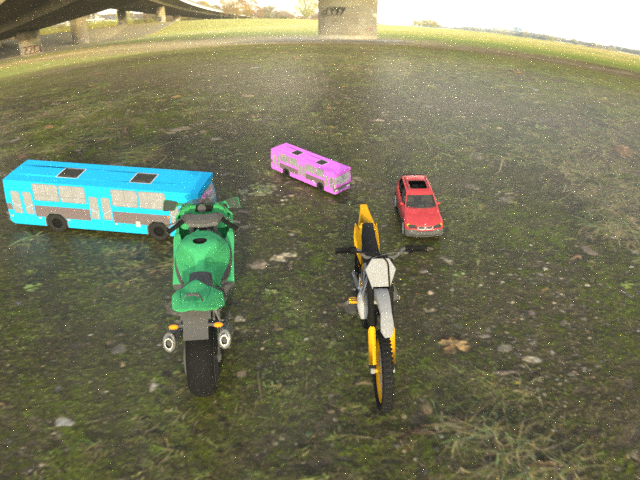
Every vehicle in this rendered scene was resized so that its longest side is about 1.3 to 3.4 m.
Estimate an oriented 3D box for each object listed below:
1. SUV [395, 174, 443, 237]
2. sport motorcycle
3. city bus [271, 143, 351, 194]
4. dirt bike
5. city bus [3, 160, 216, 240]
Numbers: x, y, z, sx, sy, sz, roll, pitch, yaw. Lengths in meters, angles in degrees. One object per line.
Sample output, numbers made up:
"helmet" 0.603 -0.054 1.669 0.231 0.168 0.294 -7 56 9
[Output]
"SUV" 1.621 -0.591 11.577 0.656 0.580 1.572 -1 30 -2
"sport motorcycle" -1.434 0.547 8.636 0.983 1.596 2.955 -3 31 -5
"city bus" -0.190 -1.310 12.921 1.674 0.460 0.476 26 39 36
"dirt bike" 0.658 0.626 8.431 1.024 1.666 2.903 -2 30 -3
"city bus" -3.365 -0.639 11.349 3.255 0.894 0.926 5 31 8
